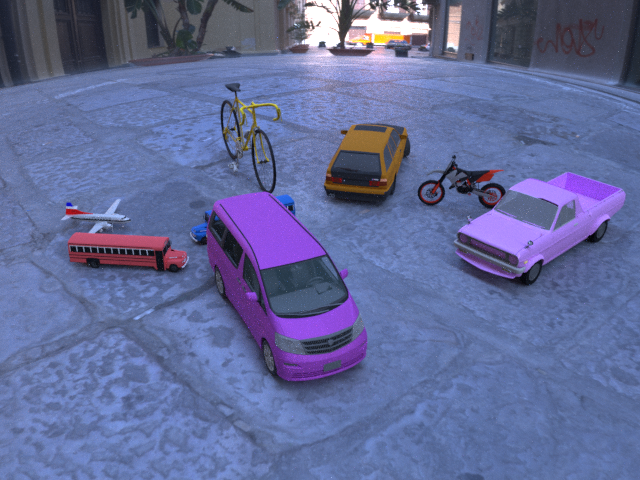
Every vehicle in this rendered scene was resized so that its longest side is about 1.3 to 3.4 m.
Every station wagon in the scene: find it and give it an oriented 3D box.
[{"bbox_3d":[0.946,-1.689,13.148,1.327,0.920,3.105,6,29,12],"label":"station wagon"}]

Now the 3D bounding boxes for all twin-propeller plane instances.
[{"bbox_3d":[-3.587,-0.402,11.310,1.095,0.407,1.370,3,29,5],"label":"twin-propeller plane"}]

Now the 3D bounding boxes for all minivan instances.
[{"bbox_3d":[-0.503,0.482,8.848,1.324,1.197,3.011,-13,31,-22],"label":"minivan"}]

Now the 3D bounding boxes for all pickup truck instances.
[{"bbox_3d":[3.407,-0.367,10.630,3.117,0.993,1.244,-24,36,-37],"label":"pickup truck"}]

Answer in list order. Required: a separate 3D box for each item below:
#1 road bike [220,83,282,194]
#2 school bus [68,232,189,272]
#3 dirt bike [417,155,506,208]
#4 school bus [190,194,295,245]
[{"bbox_3d":[-1.380,-1.992,12.934,0.696,1.656,3.004,-12,31,-21],"label":"road bike"},{"bbox_3d":[-2.787,0.170,10.225,1.708,0.434,0.365,3,29,5],"label":"school bus"},{"bbox_3d":[2.414,-0.947,11.844,1.493,0.857,0.527,3,29,5],"label":"dirt bike"},{"bbox_3d":[-1.226,-0.337,11.160,1.708,0.434,0.365,-14,31,-24],"label":"school bus"}]
